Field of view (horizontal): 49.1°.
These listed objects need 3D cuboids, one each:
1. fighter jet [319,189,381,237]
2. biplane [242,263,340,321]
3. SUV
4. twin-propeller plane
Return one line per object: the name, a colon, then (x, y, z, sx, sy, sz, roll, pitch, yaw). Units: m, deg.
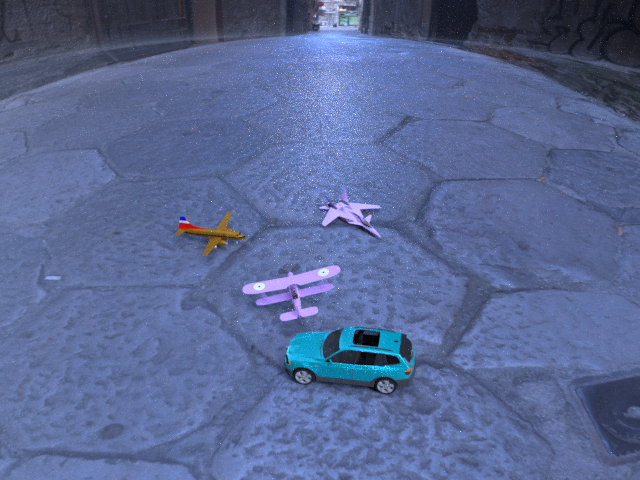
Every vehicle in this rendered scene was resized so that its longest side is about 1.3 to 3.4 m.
fighter jet: (0.591, -0.417, 11.496, 1.147, 0.286, 1.358, -18, 36, -27)
biplane: (-0.360, 0.740, 9.398, 1.336, 0.504, 1.090, -5, 32, -8)
SUV: (0.359, 1.357, 8.319, 1.572, 0.580, 0.656, 5, 32, 8)
twin-propeller plane: (-1.692, -0.151, 10.947, 1.095, 0.407, 1.370, 5, 32, 8)
